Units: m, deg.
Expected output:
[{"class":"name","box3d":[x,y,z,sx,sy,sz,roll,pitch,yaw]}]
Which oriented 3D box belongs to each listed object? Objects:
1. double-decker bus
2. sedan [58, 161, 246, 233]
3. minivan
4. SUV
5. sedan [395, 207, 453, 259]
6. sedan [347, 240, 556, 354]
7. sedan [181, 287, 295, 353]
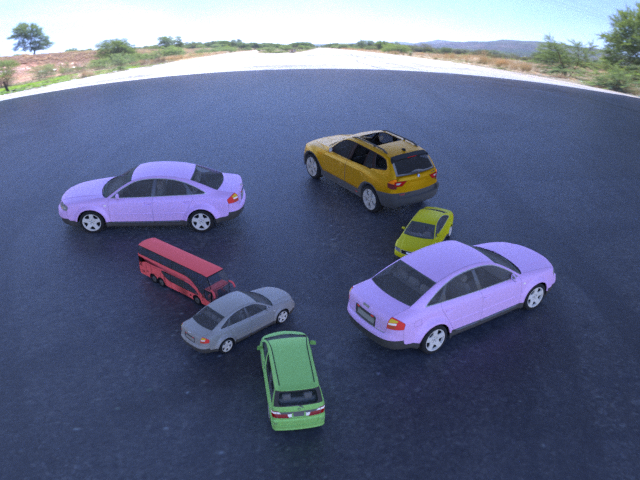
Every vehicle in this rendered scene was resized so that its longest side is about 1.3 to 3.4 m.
[{"class":"double-decker bus","box3d":[-1.915,0.467,9.861,1.672,0.541,0.389,21,34,34]},{"class":"sedan","box3d":[-2.843,-0.791,11.875,3.137,0.940,1.235,-1,27,-1]},{"class":"minivan","box3d":[-0.337,1.451,7.859,0.681,0.616,1.548,-4,27,-8]},{"class":"SUV","box3d":[0.879,-1.481,13.014,1.276,1.128,3.058,-16,31,-29]},{"class":"sedan","box3d":[1.665,-0.141,11.108,0.635,0.483,1.613,12,30,22]},{"class":"sedan","box3d":[1.827,0.546,9.269,3.137,0.940,1.235,-17,31,-29]},{"class":"sedan","box3d":[-1.025,0.939,9.002,1.613,0.483,0.635,-24,36,-39]}]
